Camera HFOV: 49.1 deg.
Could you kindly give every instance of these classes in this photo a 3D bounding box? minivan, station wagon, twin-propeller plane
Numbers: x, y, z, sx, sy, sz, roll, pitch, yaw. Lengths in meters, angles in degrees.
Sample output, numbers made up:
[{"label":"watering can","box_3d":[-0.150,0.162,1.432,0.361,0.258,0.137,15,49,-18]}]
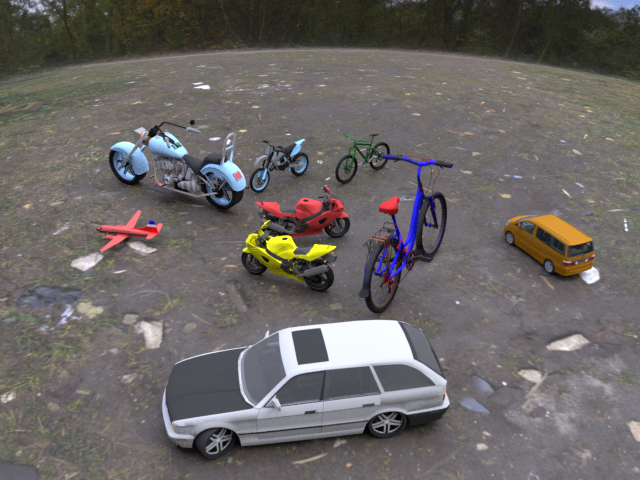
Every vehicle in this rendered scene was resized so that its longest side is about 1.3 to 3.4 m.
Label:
[{"label":"minivan","box_3d":[3.491,-0.031,10.771,0.681,0.616,1.548,-12,32,-21]},{"label":"station wagon","box_3d":[-0.180,1.528,7.740,3.105,0.920,1.327,-4,30,-8]},{"label":"twin-propeller plane","box_3d":[-3.103,-0.179,11.239,1.095,0.407,1.370,6,30,11]}]

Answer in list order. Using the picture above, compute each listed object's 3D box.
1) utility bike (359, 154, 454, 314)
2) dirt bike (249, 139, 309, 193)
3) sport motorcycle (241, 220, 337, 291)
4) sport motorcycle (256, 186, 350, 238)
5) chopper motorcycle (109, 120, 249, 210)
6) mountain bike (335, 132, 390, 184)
[{"label":"utility bike","box_3d":[1.167,-0.219,9.868,1.039,1.839,2.791,17,34,27]},{"label":"dirt bike","box_3d":[-0.738,-1.435,12.980,0.527,0.857,1.493,25,38,37]},{"label":"sport motorcycle","box_3d":[-0.472,0.254,10.066,1.520,0.821,0.506,13,32,21]},{"label":"sport motorcycle","box_3d":[-0.251,-0.349,11.119,1.520,0.821,0.506,-6,30,-11]},{"label":"chopper motorcycle","box_3d":[-2.604,-1.445,12.371,3.040,1.480,0.906,17,34,27]},{"label":"mountain bike","box_3d":[0.827,-1.613,13.280,1.469,0.868,0.573,-25,38,-37]}]
